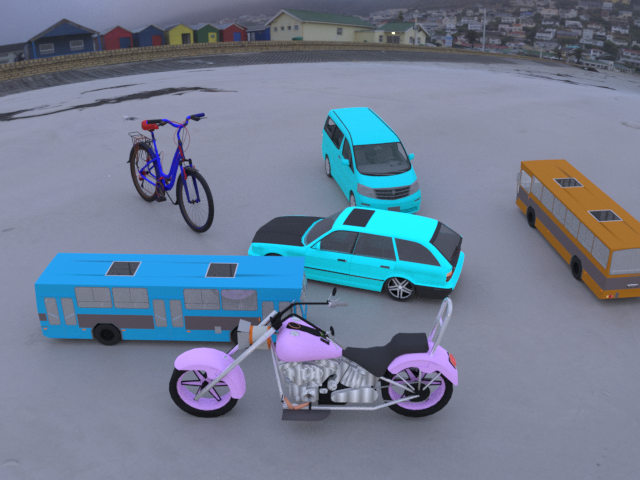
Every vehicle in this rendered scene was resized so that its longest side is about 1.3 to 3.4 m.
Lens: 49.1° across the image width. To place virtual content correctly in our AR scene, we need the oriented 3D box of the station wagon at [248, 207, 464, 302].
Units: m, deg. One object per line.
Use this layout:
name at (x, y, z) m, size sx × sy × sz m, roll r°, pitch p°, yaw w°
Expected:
station wagon at (0.493, 0.064, 10.139) m, size 3.105 × 0.920 × 1.327 m, roll 9°, pitch 29°, yaw 17°

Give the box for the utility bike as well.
utility bike at (-2.513, -1.308, 11.780) m, size 1.039 × 1.839 × 2.791 m, roll -22°, pitch 35°, yaw -36°

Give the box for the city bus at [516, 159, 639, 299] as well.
city bus at (3.996, -0.239, 10.748) m, size 0.926 × 0.894 × 3.255 m, roll -3°, pitch 28°, yaw -6°

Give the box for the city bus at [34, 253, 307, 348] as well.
city bus at (-1.801, 0.757, 8.834) m, size 3.255 × 0.894 × 0.926 m, roll 1°, pitch 28°, yaw 2°

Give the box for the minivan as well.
minivan at (0.880, -1.453, 12.753) m, size 1.324 × 1.197 × 3.011 m, roll -6°, pitch 28°, yaw -12°

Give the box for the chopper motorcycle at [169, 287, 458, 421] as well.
chopper motorcycle at (-0.075, 1.228, 7.295) m, size 3.040 × 1.480 × 0.906 m, roll 1°, pitch 28°, yaw 2°
